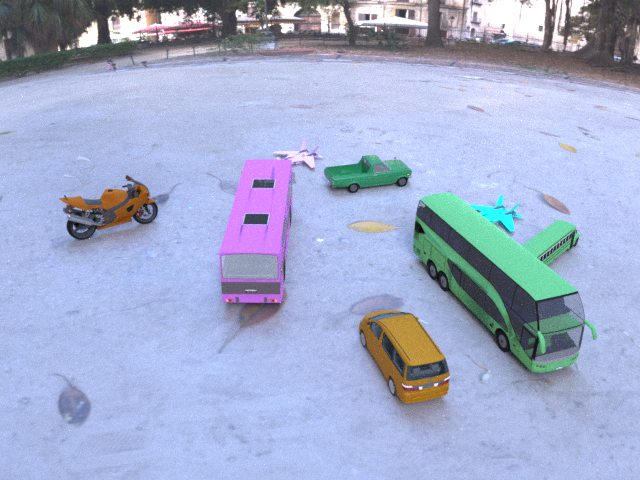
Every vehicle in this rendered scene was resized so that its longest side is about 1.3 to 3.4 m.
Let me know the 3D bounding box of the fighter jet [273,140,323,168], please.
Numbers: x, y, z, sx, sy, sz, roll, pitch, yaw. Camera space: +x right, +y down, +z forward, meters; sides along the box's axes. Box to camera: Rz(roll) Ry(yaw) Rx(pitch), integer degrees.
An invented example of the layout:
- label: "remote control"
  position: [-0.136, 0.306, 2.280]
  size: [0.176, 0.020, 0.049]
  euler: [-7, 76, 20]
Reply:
- label: "fighter jet"
  position: [-0.611, -1.634, 13.896]
  size: [1.147, 0.286, 1.358]
  euler: [25, 37, 38]

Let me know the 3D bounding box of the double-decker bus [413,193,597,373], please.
- label: "double-decker bus"
  position: [2.252, 0.474, 9.235]
  size: [0.756, 1.052, 3.251]
  euler: [-10, 30, -18]

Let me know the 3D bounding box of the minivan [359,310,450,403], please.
- label: "minivan"
  position: [0.959, 1.248, 8.273]
  size: [0.681, 0.616, 1.548]
  euler: [-8, 30, -15]

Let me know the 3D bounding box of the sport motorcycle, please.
- label: "sport motorcycle"
  position: [-3.366, -0.510, 11.279]
  size: [1.520, 0.821, 0.506]
  euler: [-16, 33, -27]

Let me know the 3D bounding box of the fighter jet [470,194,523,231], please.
- label: "fighter jet"
  position: [2.714, -0.410, 11.654]
  size: [1.358, 0.286, 1.147]
  euler: [-18, 33, -29]

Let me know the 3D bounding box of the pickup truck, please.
- label: "pickup truck"
  position: [0.896, -1.270, 12.995]
  size: [1.603, 0.511, 0.640]
  euler: [-8, 30, -15]

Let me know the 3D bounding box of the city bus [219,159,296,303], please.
- label: "city bus"
  position: [-0.890, -0.204, 10.643]
  size: [0.926, 0.894, 3.255]
  euler: [0, 29, 1]

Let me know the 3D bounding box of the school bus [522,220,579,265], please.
- label: "school bus"
  position: [3.429, 0.105, 10.556]
  size: [0.365, 0.434, 1.708]
  euler: [24, 36, 36]
